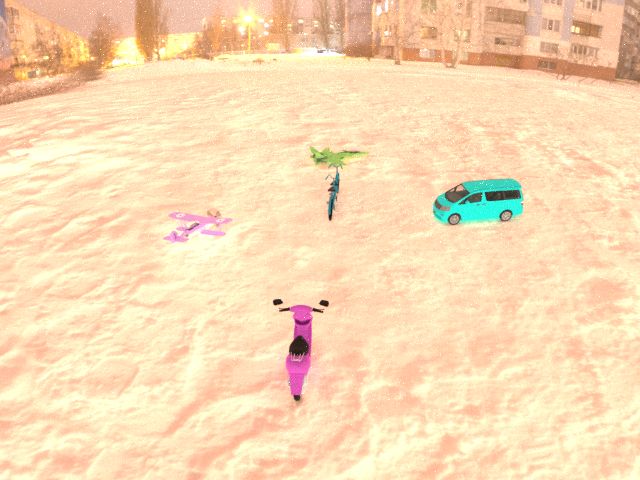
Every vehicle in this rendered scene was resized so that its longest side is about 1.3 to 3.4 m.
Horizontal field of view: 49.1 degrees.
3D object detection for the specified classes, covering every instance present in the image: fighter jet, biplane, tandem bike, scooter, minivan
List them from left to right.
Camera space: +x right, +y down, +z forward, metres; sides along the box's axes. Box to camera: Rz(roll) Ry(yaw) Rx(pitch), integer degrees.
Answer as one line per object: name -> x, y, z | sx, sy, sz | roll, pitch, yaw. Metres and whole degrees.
biplane -> -2.055, -0.176, 11.381 | 1.336, 0.504, 1.090 | 16, 31, 29
scooter -> -0.231, 1.182, 8.253 | 0.662, 0.919, 1.399 | 1, 27, 2
tandem bike -> 0.254, -0.925, 12.657 | 0.283, 0.682, 1.642 | 3, 27, 6
fighter jet -> 0.457, -1.868, 14.949 | 1.358, 0.286, 1.147 | -9, 28, -16
minivan -> 2.764, -0.692, 12.273 | 1.548, 0.616, 0.681 | -4, 27, -8
